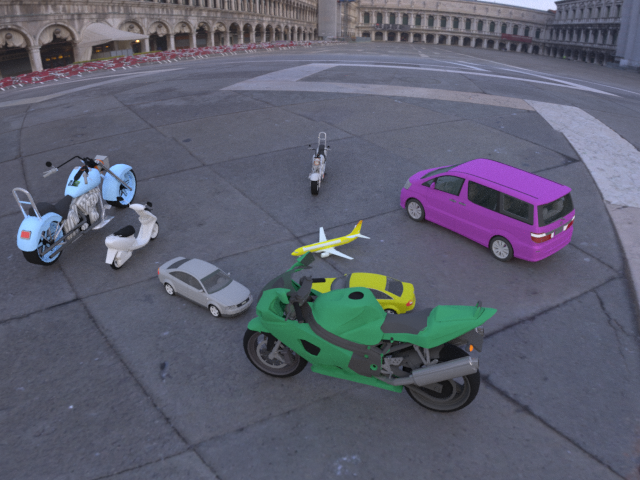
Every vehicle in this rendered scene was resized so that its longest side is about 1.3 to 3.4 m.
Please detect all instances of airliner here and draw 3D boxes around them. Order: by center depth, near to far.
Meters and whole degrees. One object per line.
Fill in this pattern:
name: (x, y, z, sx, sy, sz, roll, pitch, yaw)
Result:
airliner: (0.132, -0.009, 11.407, 1.307, 0.429, 1.161, -13, 32, -22)

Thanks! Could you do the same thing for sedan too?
sedan: (0.556, 0.752, 10.003, 1.613, 0.483, 0.635, 4, 30, 7)
sedan: (-1.686, 0.628, 10.223, 1.613, 0.483, 0.635, 21, 35, 32)

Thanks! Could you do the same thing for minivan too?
minivan: (2.729, -0.681, 11.818, 1.324, 1.197, 3.011, -23, 37, -35)

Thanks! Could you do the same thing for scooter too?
scooter: (-3.004, -0.172, 11.198, 0.662, 0.919, 1.399, 10, 31, 18)

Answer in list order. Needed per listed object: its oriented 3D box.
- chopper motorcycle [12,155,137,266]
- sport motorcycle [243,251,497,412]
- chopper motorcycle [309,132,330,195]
chopper motorcycle: (-3.970, -0.750, 11.652, 0.906, 1.480, 3.040, 8, 30, 15)
sport motorcycle: (0.469, 1.150, 8.162, 2.955, 1.596, 0.983, 8, 30, 14)
chopper motorcycle: (-0.029, -1.510, 13.734, 0.466, 0.761, 1.563, 3, 30, 6)
